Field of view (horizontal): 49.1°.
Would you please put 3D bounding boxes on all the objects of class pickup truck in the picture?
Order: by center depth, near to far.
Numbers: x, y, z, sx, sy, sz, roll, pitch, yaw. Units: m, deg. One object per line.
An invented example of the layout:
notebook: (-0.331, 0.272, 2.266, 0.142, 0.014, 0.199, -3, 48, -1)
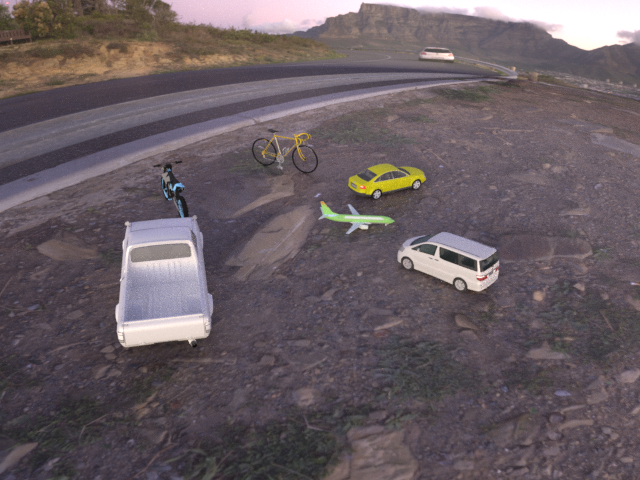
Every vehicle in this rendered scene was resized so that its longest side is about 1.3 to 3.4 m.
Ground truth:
pickup truck: (-2.189, 0.420, 9.783, 1.244, 0.993, 3.117, -6, 28, -10)

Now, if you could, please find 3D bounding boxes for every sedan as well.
sedan: (1.307, -1.194, 13.419, 1.613, 0.483, 0.635, -15, 31, -26)

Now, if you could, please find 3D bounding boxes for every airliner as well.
airliner: (0.636, -0.453, 12.060, 1.307, 0.429, 1.161, 2, 28, 3)

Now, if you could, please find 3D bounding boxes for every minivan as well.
minivan: (1.901, 0.245, 10.524, 1.548, 0.616, 0.681, 23, 35, 36)

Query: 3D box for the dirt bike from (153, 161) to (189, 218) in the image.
dirt bike: (-2.630, -0.923, 12.497, 0.527, 0.857, 1.493, -13, 30, -24)

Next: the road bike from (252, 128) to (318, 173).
road bike: (-0.729, -1.838, 14.254, 1.545, 0.852, 0.358, 13, 30, 23)
